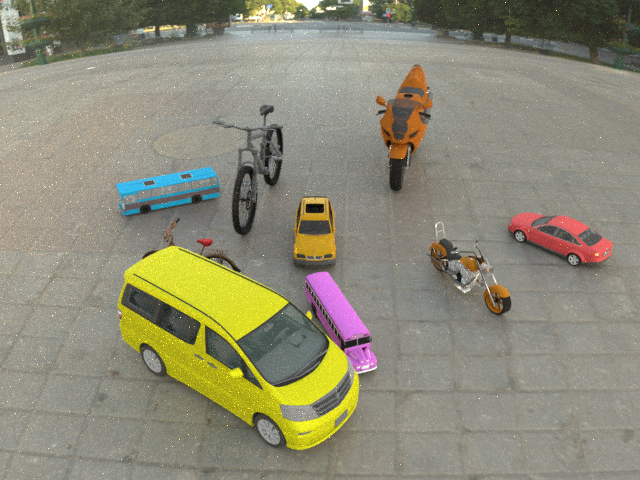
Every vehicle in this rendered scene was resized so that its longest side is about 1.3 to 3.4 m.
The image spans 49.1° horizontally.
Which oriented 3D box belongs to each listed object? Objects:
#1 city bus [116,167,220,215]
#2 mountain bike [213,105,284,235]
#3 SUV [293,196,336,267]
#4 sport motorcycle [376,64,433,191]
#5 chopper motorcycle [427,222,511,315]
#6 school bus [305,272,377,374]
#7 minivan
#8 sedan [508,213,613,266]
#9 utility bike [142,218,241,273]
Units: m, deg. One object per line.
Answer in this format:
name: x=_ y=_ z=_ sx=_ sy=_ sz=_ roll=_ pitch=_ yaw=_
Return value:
city bus: x=-2.579 y=-0.824 z=11.939 sx=1.674 sy=0.460 sz=0.476 roll=-13 pitch=33 yaw=-21
mountain bike: x=-1.011 y=-1.327 z=11.585 sx=1.114 sy=1.688 sz=2.857 roll=6 pitch=31 yaw=9
SUV: x=-0.081 y=-0.154 z=10.709 sx=0.656 sy=0.580 sz=1.572 roll=0 pitch=31 yaw=0
sport motorcycle: x=1.612 y=-2.135 z=13.017 sx=0.983 sy=1.596 sz=2.955 roll=7 pitch=32 yaw=11
chopper motorcycle: x=2.055 y=0.378 z=9.647 sx=0.466 sy=0.761 sz=1.563 roll=-17 pitch=35 yaw=-26
school bus: x=0.249 y=1.028 z=8.883 sx=0.365 sy=0.434 sz=1.708 roll=-11 pitch=33 yaw=-17
minivan: x=-0.967 y=1.132 z=7.971 sx=3.011 sy=1.197 sz=1.324 roll=22 pitch=37 yaw=32
sedan: x=3.648 y=-0.099 z=10.710 sx=0.635 sy=0.483 sz=1.613 roll=-26 pitch=40 yaw=-36
utility bike: x=-1.821 y=0.245 z=9.689 sx=1.435 sy=0.946 sz=0.535 roll=4 pitch=31 yaw=7
